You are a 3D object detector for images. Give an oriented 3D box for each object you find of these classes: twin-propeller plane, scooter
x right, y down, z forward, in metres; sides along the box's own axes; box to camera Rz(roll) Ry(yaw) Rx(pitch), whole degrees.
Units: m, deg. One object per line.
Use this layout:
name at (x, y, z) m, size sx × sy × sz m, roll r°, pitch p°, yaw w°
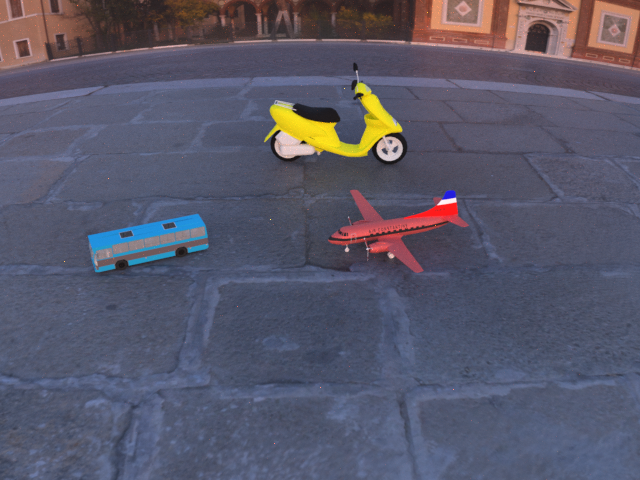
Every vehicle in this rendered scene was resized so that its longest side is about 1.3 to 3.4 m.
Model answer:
twin-propeller plane at (1.135, -0.278, 10.614) m, size 2.129 × 0.792 × 2.663 m, roll -9°, pitch 31°, yaw -15°
scooter at (0.302, -2.275, 13.078) m, size 2.721 × 1.786 × 1.288 m, roll 2°, pitch 30°, yaw 3°

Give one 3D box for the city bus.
city bus at (-2.529, 0.054, 10.373) m, size 1.674 × 0.460 × 0.476 m, roll -13°, pitch 32°, yaw -21°
